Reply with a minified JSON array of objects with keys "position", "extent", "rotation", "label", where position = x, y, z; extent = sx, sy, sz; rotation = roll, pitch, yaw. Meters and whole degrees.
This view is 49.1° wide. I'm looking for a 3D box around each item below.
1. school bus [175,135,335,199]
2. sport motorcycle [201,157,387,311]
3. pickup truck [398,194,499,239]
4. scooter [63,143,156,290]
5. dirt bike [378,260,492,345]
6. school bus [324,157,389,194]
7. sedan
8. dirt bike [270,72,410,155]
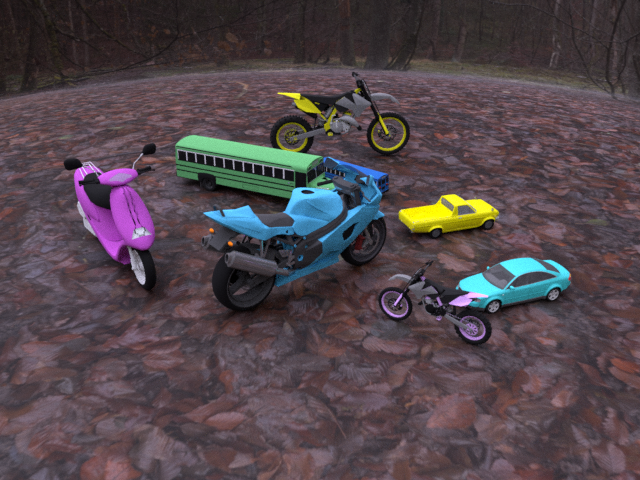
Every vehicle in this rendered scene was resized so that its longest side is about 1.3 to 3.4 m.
[{"position":[-1.064,-1.222,12.601],"extent":[3.322,0.844,0.709],"rotation":[13,29,24],"label":"school bus"},{"position":[-0.211,-0.085,9.440],"extent":[2.955,1.596,0.983],"rotation":[-19,32,-33],"label":"sport motorcycle"},{"position":[2.097,-0.425,11.360],"extent":[1.603,0.511,0.640],"rotation":[-9,28,-18],"label":"pickup truck"},{"position":[-3.005,-0.518,10.104],"extent":[1.288,1.786,2.721],"rotation":[-17,31,-31],"label":"scooter"},{"position":[1.392,0.760,8.559],"extent":[1.493,0.857,0.527],"rotation":[15,30,27],"label":"dirt bike"},{"position":[0.490,-1.192,13.004],"extent":[1.708,0.434,0.365],"rotation":[20,33,35],"label":"school bus"},{"position":[2.598,0.553,9.403],"extent":[1.613,0.483,0.635],"rotation":[-9,28,-18],"label":"sedan"},{"position":[0.421,-2.494,14.255],"extent":[2.903,1.666,1.024],"rotation":[-2,26,-4],"label":"dirt bike"}]
